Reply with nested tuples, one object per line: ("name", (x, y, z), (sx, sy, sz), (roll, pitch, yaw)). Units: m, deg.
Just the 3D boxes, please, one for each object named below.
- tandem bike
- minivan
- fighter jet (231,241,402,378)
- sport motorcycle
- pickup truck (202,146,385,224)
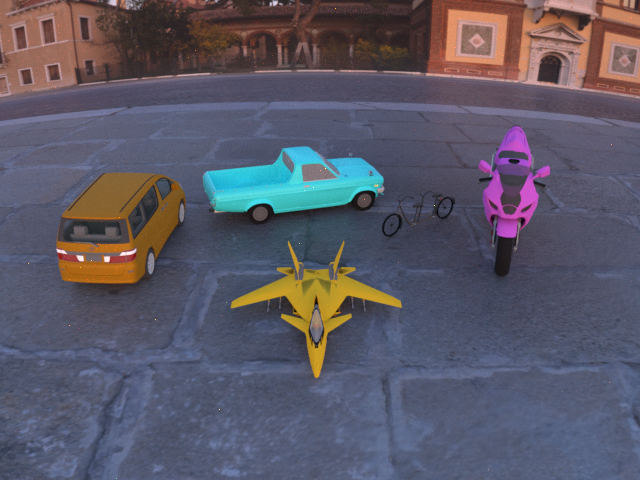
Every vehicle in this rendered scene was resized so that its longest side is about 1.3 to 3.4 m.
("tandem bike", (1.656, -0.524, 11.544), (1.642, 0.682, 0.283), (-18, 31, -32))
("minivan", (-2.928, -0.395, 10.689), (1.324, 1.197, 3.011), (2, 26, 3))
("fighter jet", (-0.046, 0.810, 8.938), (2.229, 0.557, 2.640), (0, 26, 0))
("sport motorcycle", (2.929, -0.682, 10.821), (0.983, 1.596, 2.955), (7, 27, 14))
("pickup truck", (-0.457, -1.046, 12.263), (3.117, 0.993, 1.244), (-8, 27, -16))
